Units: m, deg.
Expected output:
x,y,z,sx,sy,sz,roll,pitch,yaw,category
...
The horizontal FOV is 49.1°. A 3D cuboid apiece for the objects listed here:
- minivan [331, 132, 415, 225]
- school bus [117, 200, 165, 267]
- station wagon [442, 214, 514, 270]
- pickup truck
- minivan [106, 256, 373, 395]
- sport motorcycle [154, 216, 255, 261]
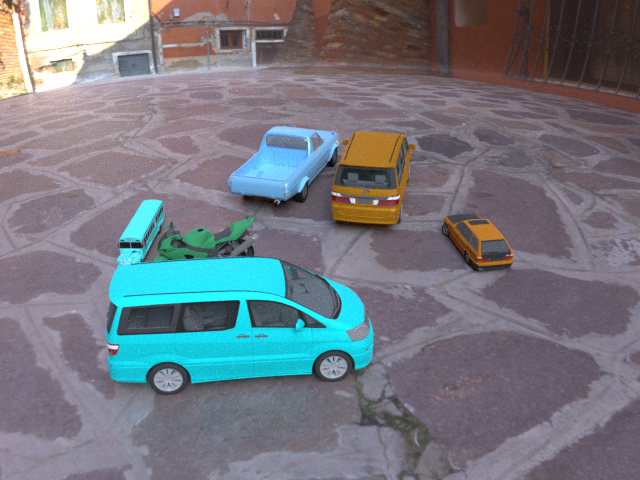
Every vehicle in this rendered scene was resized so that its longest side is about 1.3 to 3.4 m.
x,y,z,sx,sy,sz,roll,pitch,yaw,category
0.961,-1.260,12.280,1.324,1.197,3.011,5,27,9,minivan
-2.763,-0.094,10.816,0.365,0.434,1.708,1,27,1,school bus
2.396,-0.077,10.737,0.682,0.473,1.597,-5,27,-9,station wagon
-0.589,-1.531,13.042,1.244,0.993,3.117,8,28,16,pickup truck
-0.884,0.883,8.033,3.011,1.197,1.324,-3,27,-6,minivan
-1.643,0.129,9.944,1.520,0.821,0.506,-11,29,-20,sport motorcycle
